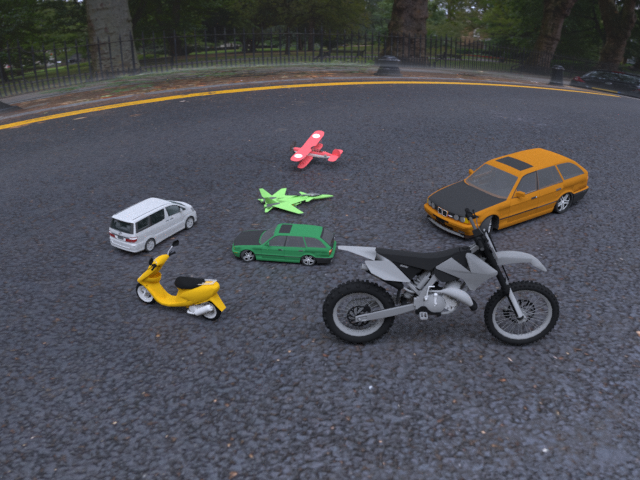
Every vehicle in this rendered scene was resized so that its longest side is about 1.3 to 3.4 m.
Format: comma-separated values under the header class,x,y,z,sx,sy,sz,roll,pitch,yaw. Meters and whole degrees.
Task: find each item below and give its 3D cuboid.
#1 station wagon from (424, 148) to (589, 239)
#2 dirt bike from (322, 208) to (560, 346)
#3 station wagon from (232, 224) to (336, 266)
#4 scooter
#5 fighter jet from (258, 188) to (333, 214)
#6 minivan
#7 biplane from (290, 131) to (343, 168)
class,x,y,z,sx,sy,sz,roll,pitch,yaw
station wagon,3.246,-0.891,12.082,3.105,0.920,1.327,-17,32,-29
dirt bike,1.479,0.563,8.462,2.903,1.666,1.024,1,27,1
station wagon,-0.558,0.029,10.792,1.597,0.473,0.682,3,28,6
scooter,-1.891,0.562,9.277,1.399,0.919,0.662,11,29,21
fighter jet,-0.400,-0.790,12.577,1.358,0.286,1.147,-8,29,-16
minivan,-2.674,-0.331,11.332,0.681,0.616,1.548,16,31,27
biplane,-0.097,-1.760,14.213,1.090,0.504,1.336,11,29,21
